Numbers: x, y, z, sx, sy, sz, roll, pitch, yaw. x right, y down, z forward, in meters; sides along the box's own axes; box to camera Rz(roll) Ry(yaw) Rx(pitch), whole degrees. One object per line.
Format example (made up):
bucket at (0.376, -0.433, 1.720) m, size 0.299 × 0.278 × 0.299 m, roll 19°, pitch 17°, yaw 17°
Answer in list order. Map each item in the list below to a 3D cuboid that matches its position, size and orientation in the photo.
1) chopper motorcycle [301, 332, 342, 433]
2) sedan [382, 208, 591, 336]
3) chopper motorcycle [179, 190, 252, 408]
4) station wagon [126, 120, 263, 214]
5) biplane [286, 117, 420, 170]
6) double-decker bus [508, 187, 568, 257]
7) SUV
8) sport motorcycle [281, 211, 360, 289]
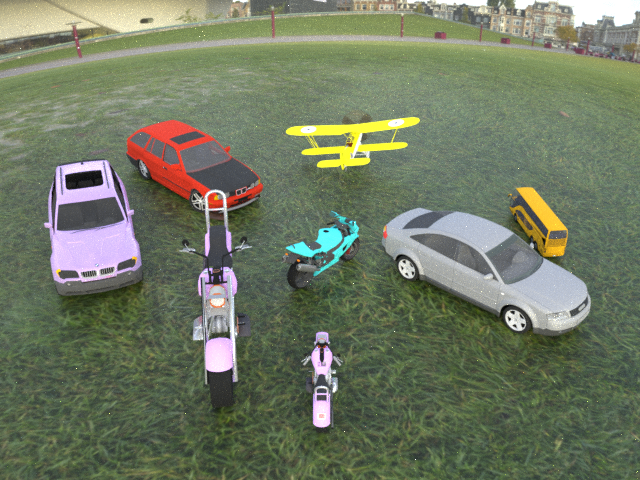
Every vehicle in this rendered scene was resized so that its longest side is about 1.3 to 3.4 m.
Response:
chopper motorcycle at (0.025, 1.492, 8.059) m, size 0.466 × 0.761 × 1.563 m, roll 0°, pitch 31°, yaw 0°
sedan at (2.295, 0.291, 9.920) m, size 3.137 × 0.940 × 1.235 m, roll 26°, pitch 39°, yaw 37°
chopper motorcycle at (-1.279, 0.635, 8.806) m, size 0.906 × 1.480 × 3.040 m, roll -4°, pitch 31°, yaw -6°
station wagon at (-2.359, -1.448, 12.891) m, size 1.327 × 0.920 × 3.105 m, roll -25°, pitch 39°, yaw -36°
biplane at (0.548, -1.809, 13.445) m, size 2.598 × 0.981 × 2.120 m, roll 6°, pitch 31°, yaw 9°
double-decker bus at (3.515, -0.335, 11.376) m, size 0.389 × 0.541 × 1.672 m, roll -3°, pitch 31°, yaw -5°
SUV at (-3.509, -0.295, 10.729) m, size 1.276 × 1.128 × 3.058 m, roll -10°, pitch 32°, yaw -16°
sport motorcycle at (0.067, 0.147, 10.283) m, size 0.506 × 0.821 × 1.520 m, roll 26°, pitch 39°, yaw 37°
